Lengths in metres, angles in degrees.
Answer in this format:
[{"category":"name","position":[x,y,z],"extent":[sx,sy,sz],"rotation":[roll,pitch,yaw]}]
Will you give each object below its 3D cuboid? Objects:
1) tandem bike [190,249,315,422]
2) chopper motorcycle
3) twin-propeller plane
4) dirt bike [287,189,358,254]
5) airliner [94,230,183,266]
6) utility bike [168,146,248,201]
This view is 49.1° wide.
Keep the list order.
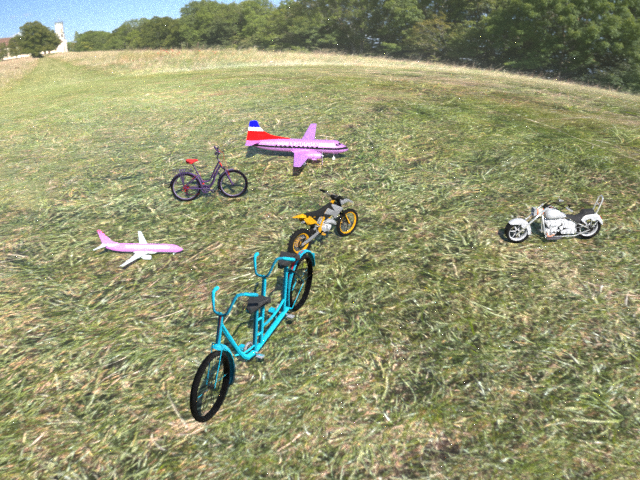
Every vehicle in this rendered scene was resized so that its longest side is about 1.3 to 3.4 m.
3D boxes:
[{"category":"tandem bike","position":[-0.695,0.801,8.295],"extent":[0.550,1.326,3.192],"rotation":[11,29,20]},{"category":"chopper motorcycle","position":[3.733,-0.334,11.119],"extent":[1.563,0.761,0.466],"rotation":[-2,27,-4]},{"category":"twin-propeller plane","position":[-0.473,-2.050,14.419],"extent":[2.129,0.792,2.663],"rotation":[3,27,6]},{"category":"dirt bike","position":[0.064,-0.294,10.936],"extent":[1.493,0.857,0.527],"rotation":[-23,35,-37]},{"category":"airliner","position":[-2.772,0.036,10.761],"extent":[1.307,0.429,1.161],"rotation":[0,27,0]},{"category":"utility bike","position":[-2.026,-1.187,12.574],"extent":[1.435,0.946,0.535],"rotation":[-5,28,-9]}]
